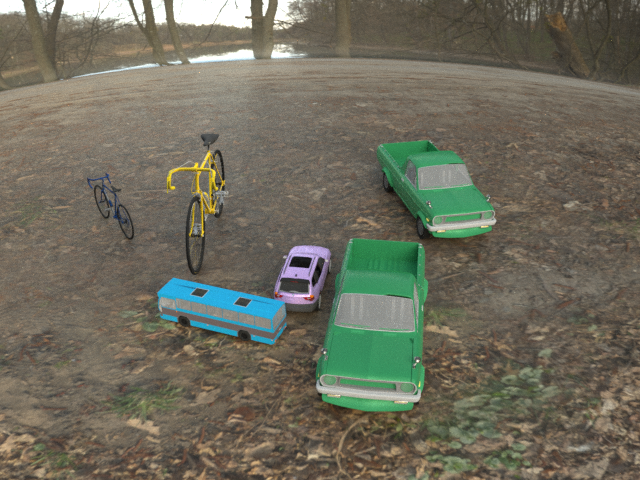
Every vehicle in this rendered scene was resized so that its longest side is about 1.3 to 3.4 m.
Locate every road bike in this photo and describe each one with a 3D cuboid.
[{"bbox_3d":[-3.424,-0.582,11.533,0.358,0.852,1.545,-21,35,-33],"label":"road bike"},{"bbox_3d":[-1.780,-0.727,10.962,0.696,1.656,3.004,1,29,2],"label":"road bike"}]

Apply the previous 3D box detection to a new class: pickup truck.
[{"bbox_3d":[0.728,0.840,8.800,1.244,0.993,3.117,4,29,7],"label":"pickup truck"},{"bbox_3d":[1.941,-1.052,12.241,1.244,0.993,3.117,-6,29,-11],"label":"pickup truck"}]

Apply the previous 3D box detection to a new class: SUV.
[{"bbox_3d":[-0.233,0.456,9.926,0.656,0.580,1.572,4,29,8],"label":"SUV"}]

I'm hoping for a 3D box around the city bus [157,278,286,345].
[{"bbox_3d":[-1.288,0.939,9.172,1.674,0.460,0.476,10,30,18],"label":"city bus"}]
